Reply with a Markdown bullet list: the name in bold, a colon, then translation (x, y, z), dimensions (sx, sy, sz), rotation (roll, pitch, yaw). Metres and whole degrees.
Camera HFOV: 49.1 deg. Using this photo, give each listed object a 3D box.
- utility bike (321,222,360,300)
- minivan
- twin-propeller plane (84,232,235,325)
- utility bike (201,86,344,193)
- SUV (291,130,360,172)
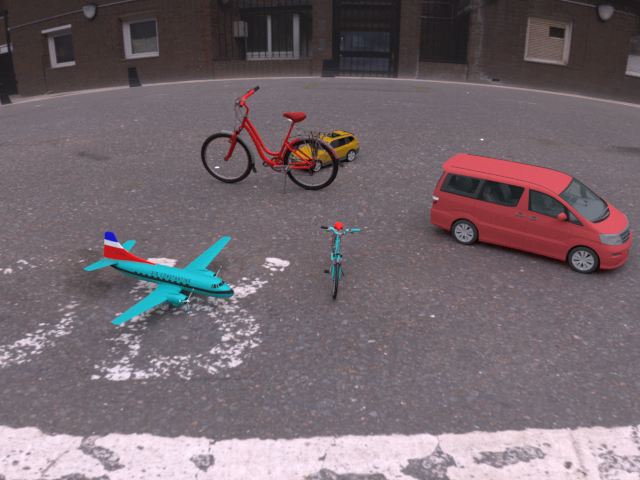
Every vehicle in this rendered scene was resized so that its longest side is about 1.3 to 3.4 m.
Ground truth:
- **utility bike**: translation (0.276, 0.165, 9.837), dimensions (0.535, 0.946, 1.435), rotation (0, 26, 1)
- **minivan**: translation (3.279, -0.477, 10.886), dimensions (3.011, 1.197, 1.324), rotation (15, 29, 28)
- **twin-propeller plane**: translation (-2.100, 0.395, 9.535), dimensions (2.129, 0.792, 2.663), rotation (11, 28, 21)
- **utility bike**: translation (-0.941, -1.787, 12.878), dimensions (2.791, 1.839, 1.039), rotation (5, 26, 11)
- **SUV**: translation (0.114, -1.873, 14.514), dimensions (1.572, 0.580, 0.656), rotation (-21, 33, -37)
